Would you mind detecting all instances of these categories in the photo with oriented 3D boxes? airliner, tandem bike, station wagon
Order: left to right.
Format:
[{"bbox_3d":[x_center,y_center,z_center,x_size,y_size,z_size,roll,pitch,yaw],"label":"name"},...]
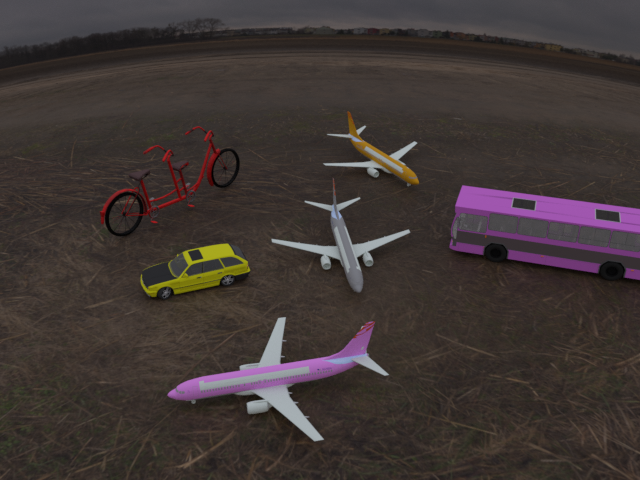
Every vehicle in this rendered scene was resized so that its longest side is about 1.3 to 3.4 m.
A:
[{"bbox_3d":[-2.546,-1.114,12.270,0.550,1.326,3.192,21,36,32],"label":"tandem bike"},{"bbox_3d":[-1.874,0.427,10.455,1.597,0.473,0.682,-12,32,-19],"label":"station wagon"},{"bbox_3d":[-0.540,1.466,8.296,2.541,0.835,2.257,-7,31,-11],"label":"airliner"},{"bbox_3d":[0.387,-0.087,10.984,2.257,0.835,2.541,-4,30,-7],"label":"airliner"},{"bbox_3d":[1.201,-1.811,13.966,2.257,0.835,2.541,-17,34,-26],"label":"airliner"}]

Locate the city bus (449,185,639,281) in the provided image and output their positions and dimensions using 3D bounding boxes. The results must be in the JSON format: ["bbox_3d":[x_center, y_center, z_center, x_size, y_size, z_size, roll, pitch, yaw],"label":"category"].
[{"bbox_3d":[3.728,-0.079,10.911,3.255,0.894,0.926,9,31,16],"label":"city bus"}]
